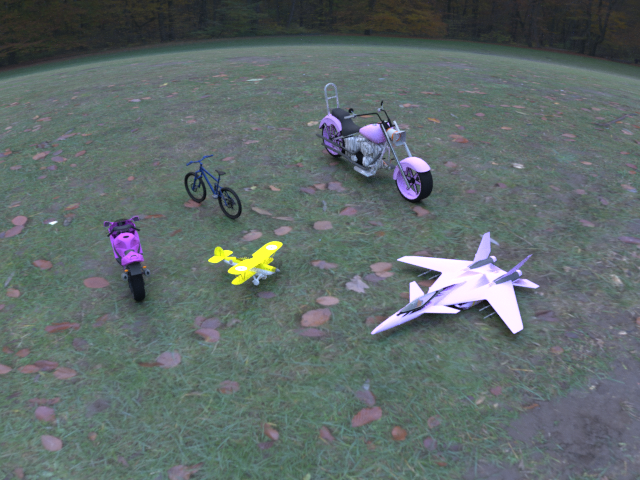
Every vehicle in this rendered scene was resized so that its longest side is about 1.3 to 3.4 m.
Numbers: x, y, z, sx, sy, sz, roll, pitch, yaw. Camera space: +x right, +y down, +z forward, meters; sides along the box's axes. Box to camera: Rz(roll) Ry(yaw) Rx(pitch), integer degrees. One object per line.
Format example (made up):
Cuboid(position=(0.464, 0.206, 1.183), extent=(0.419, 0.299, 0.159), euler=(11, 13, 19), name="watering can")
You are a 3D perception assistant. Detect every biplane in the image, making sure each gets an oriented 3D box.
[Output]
Cuboid(position=(-1.058, 0.335, 10.171), extent=(1.090, 0.504, 1.336), euler=(13, 33, 21), name="biplane")

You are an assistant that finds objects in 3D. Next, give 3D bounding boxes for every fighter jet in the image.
Cuboid(position=(1.718, 0.659, 9.559), extent=(2.640, 0.557, 2.229), euler=(-20, 36, -31), name="fighter jet")

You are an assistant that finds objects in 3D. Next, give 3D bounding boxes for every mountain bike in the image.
Cuboid(position=(-1.851, -0.907, 11.953), extent=(1.469, 0.868, 0.573), euler=(25, 38, 36), name="mountain bike")

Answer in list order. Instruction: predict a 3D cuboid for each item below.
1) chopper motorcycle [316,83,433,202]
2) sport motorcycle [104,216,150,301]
Cuboid(position=(0.974, -1.833, 12.942), extent=(0.906, 1.480, 3.040), euler=(-20, 35, -30), name="chopper motorcycle")
Cuboid(position=(-2.733, 0.233, 10.033), extent=(0.506, 0.821, 1.520), euler=(-12, 32, -19), name="sport motorcycle")
